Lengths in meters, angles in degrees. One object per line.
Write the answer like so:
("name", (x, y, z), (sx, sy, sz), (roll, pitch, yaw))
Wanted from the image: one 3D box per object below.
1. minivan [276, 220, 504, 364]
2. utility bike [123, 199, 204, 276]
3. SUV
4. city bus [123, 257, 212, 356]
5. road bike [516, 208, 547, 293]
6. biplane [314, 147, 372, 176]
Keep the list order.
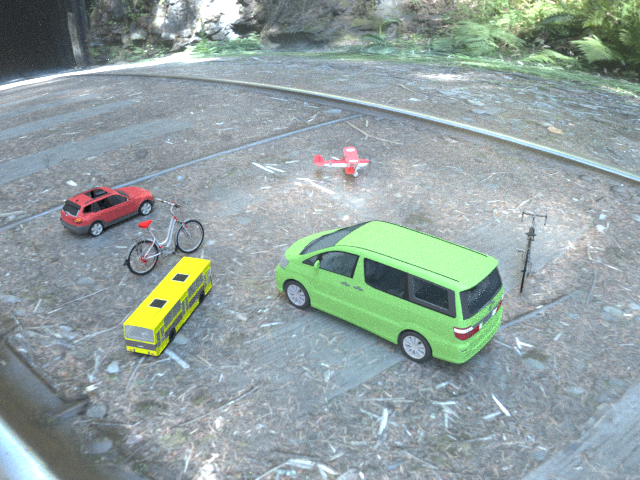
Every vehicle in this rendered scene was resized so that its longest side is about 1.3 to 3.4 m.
("minivan", (0.794, 0.471, 8.960), (3.011, 1.197, 1.324), (21, 35, 33))
("utility bike", (-2.314, -0.087, 10.229), (0.535, 0.946, 1.435), (24, 37, 36))
("SUV", (-3.478, -0.578, 11.493), (0.656, 0.580, 1.572), (22, 36, 34))
("city bus", (-1.918, 0.838, 9.059), (0.476, 0.460, 1.674), (8, 30, 14))
("road bike", (2.980, 0.103, 9.982), (0.358, 0.852, 1.545), (10, 30, 17))
("biplane", (0.430, -1.462, 13.169), (1.090, 0.504, 1.336), (-1, 29, -1))
